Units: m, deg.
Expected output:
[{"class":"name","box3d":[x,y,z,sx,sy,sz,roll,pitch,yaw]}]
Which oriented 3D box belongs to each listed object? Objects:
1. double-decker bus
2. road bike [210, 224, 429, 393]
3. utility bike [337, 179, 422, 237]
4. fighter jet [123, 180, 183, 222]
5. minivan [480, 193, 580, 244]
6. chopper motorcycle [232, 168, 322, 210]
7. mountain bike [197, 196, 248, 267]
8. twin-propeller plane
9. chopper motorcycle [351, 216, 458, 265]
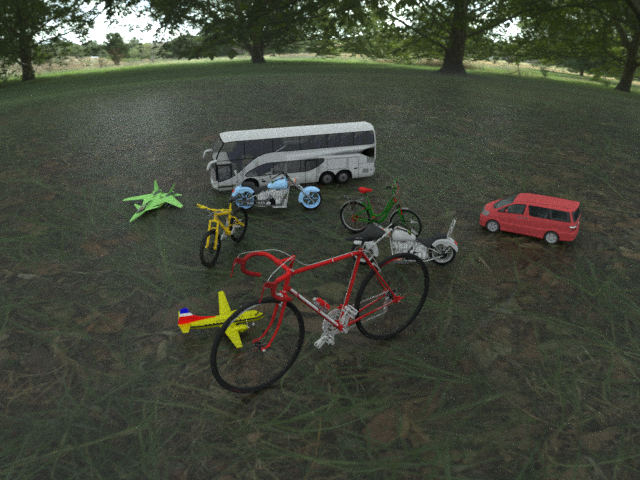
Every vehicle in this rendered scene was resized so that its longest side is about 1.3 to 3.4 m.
[{"class":"double-decker bus","box3d":[-0.550,-1.576,13.243,3.251,1.052,0.756,-6,27,-13]},{"class":"road bike","box3d":[0.113,0.691,7.890,3.004,1.656,0.697,-16,30,-30]},{"class":"utility bike","box3d":[0.960,-0.517,11.186,1.435,0.946,0.535,10,28,20]},{"class":"fighter jet","box3d":[-2.990,-0.669,12.251,1.147,0.286,1.358,7,27,14]},{"class":"minivan","box3d":[3.391,-0.409,11.341,1.548,0.616,0.681,13,29,25]},{"class":"chopper motorcycle","box3d":[-0.749,-0.875,12.133,1.563,0.761,0.466,-2,26,-5]},{"class":"mountain bike","box3d":[-1.452,-0.202,10.626,0.573,0.868,1.469,10,28,19]},{"class":"twin-propeller plane","box3d":[-1.227,0.960,8.765,1.095,0.407,1.370,-7,27,-15]},{"class":"chopper motorcycle","box3d":[1.243,0.021,10.291,1.563,0.761,0.466,2,26,4]}]
